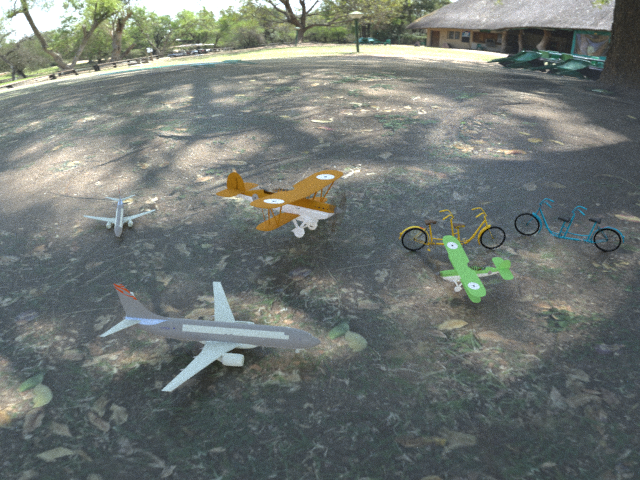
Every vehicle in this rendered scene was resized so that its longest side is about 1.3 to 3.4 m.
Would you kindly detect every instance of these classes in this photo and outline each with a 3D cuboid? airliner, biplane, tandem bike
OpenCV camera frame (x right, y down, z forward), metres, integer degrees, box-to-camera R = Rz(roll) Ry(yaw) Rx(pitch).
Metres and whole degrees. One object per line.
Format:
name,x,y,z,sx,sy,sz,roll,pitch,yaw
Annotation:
airliner,-1.250,0.955,8.434,2.541,0.835,2.257,3,28,6
biplane,-0.587,-0.647,11.265,2.120,0.981,2.598,13,31,23
biplane,2.131,0.453,9.719,1.090,0.504,1.336,-5,29,-9
tandem bike,3.850,-0.241,10.825,1.642,0.682,0.283,13,31,22
airliner,-3.310,-0.467,11.512,1.161,0.429,1.307,-6,29,-10
tandem bike,2.026,-0.144,10.644,1.642,0.682,0.283,-1,28,-2
